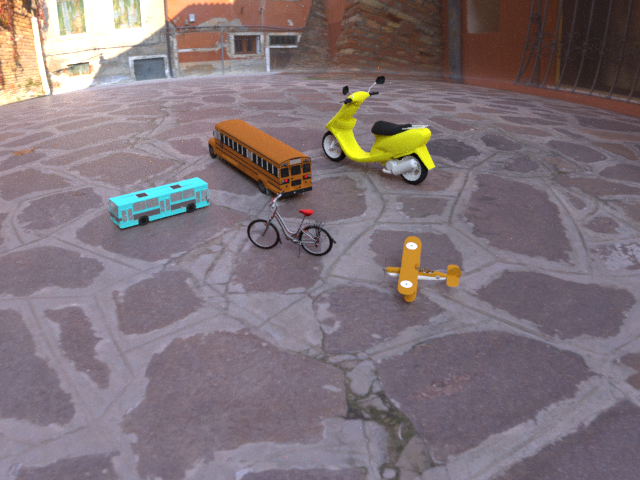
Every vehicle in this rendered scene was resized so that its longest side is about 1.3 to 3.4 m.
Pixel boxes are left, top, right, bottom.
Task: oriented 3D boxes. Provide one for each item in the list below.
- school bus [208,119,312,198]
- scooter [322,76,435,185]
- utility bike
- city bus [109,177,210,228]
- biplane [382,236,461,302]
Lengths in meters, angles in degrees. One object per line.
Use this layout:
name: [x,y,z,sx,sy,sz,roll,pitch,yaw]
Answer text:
school bus: [-1.289,-1.675,13.711,0.709,0.844,3.322,-15,30,-28]
scooter: [1.076,-2.153,13.616,2.721,1.786,1.288,21,33,37]
utility bike: [-0.457,-0.196,10.578,1.435,0.946,0.535,7,27,14]
city bus: [-2.732,-0.631,12.017,1.674,0.460,0.476,-18,32,-33]
biplane: [1.400,0.475,9.711,1.090,0.504,1.336,5,27,10]
